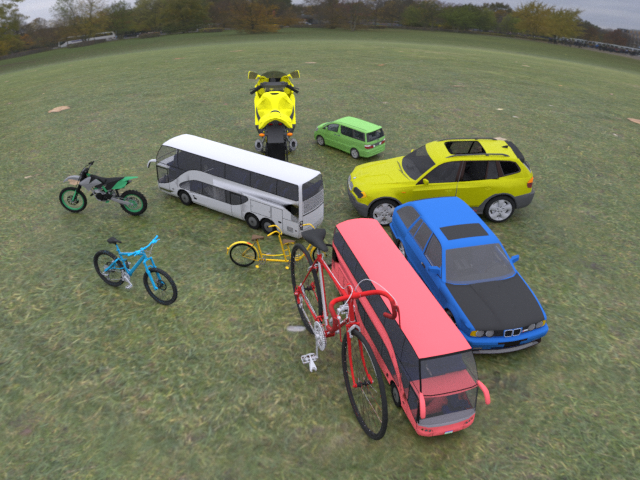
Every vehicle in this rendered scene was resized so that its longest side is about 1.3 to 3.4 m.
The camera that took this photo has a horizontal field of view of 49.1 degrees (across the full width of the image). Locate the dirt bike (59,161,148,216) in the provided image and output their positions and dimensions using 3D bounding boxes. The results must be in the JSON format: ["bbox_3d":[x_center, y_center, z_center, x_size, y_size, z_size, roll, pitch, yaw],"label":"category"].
[{"bbox_3d":[-3.586,-0.803,11.471,1.493,0.857,0.527,3,30,4],"label":"dirt bike"}]

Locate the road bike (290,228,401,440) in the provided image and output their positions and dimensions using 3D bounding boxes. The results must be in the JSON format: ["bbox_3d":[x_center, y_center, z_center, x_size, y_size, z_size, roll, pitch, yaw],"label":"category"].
[{"bbox_3d":[0.135,0.838,7.882,0.696,1.656,3.004,-10,32,-17],"label":"road bike"}]

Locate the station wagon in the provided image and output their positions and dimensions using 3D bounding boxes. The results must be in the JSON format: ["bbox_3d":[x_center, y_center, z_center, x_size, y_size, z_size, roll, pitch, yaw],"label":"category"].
[{"bbox_3d":[1.938,0.304,9.521,1.327,0.920,3.105,-7,31,-11],"label":"station wagon"}]

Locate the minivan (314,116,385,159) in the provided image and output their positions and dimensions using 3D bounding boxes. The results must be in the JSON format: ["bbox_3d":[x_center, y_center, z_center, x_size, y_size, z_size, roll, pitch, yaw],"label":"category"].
[{"bbox_3d":[0.564,-2.106,13.931,1.548,0.616,0.681,27,40,37],"label":"minivan"}]

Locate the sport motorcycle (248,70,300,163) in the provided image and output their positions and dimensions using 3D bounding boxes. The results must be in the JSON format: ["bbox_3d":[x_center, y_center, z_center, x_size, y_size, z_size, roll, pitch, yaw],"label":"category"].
[{"bbox_3d":[-0.825,-2.128,12.999,0.983,1.596,2.955,-2,30,-3],"label":"sport motorcycle"}]

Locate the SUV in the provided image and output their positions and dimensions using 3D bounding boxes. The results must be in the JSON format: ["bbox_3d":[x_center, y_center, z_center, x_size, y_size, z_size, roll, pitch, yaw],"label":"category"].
[{"bbox_3d":[1.983,-1.027,11.585,3.058,1.128,1.276,-2,30,-3],"label":"SUV"}]

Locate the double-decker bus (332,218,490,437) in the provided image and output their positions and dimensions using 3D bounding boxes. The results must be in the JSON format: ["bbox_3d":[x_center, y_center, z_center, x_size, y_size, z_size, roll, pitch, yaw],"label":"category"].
[{"bbox_3d":[0.908,0.925,8.331,0.756,1.052,3.251,-8,31,-14],"label":"double-decker bus"}]

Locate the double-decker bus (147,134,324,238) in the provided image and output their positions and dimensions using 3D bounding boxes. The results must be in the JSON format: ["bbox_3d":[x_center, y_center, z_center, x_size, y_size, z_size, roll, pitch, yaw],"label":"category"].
[{"bbox_3d":[-1.420,-0.943,11.517,3.251,1.052,0.756,19,35,29],"label":"double-decker bus"}]

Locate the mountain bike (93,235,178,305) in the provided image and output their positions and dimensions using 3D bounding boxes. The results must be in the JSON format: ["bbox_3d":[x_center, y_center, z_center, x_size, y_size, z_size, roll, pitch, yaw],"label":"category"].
[{"bbox_3d":[-2.529,0.375,9.451,1.469,0.868,0.573,16,34,25],"label":"mountain bike"}]

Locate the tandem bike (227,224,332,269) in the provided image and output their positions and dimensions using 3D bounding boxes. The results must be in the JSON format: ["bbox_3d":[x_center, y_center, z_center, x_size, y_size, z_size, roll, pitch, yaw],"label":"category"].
[{"bbox_3d":[-0.535,0.099,10.105,1.642,0.682,0.283,1,30,1],"label":"tandem bike"}]
